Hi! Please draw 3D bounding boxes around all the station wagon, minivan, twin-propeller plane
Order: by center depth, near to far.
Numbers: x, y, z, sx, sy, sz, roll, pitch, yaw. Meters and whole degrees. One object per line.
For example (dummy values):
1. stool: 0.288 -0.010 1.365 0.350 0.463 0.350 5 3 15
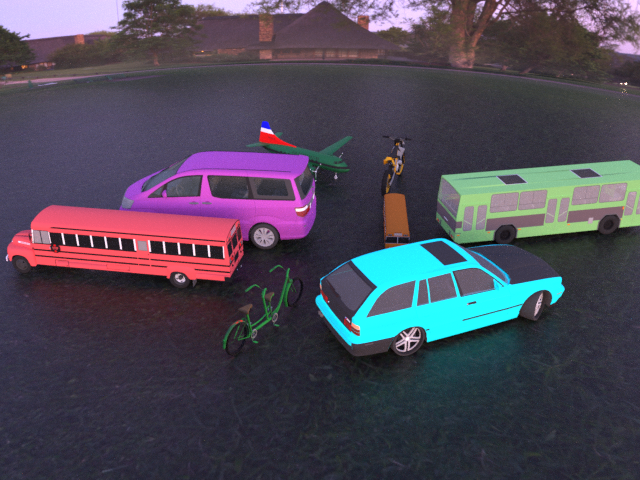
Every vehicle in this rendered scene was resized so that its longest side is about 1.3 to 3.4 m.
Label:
1. station wagon: 1.545 0.535 8.651 3.105 0.920 1.327 -11 29 -21
2. minivan: -1.582 -0.692 10.733 3.011 1.197 1.324 4 27 7
3. twin-propeller plane: -0.326 -1.675 13.089 2.129 0.792 2.663 18 32 32

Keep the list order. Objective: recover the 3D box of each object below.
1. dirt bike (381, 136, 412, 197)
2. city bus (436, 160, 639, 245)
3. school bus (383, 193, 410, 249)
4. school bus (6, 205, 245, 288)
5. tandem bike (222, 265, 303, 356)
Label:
1. dirt bike: 1.312 -1.373 12.429 0.527 0.857 1.493 9 29 17
2. city bus: 3.492 -0.571 10.829 3.255 0.894 0.926 -5 28 -10
3. school bus: 1.144 -0.174 10.561 0.365 0.434 1.708 2 27 3
4. school bus: -2.742 0.057 9.664 3.322 0.844 0.709 5 28 9
5. tandem bike: -0.656 0.784 8.427 0.283 0.682 1.642 16 31 28
